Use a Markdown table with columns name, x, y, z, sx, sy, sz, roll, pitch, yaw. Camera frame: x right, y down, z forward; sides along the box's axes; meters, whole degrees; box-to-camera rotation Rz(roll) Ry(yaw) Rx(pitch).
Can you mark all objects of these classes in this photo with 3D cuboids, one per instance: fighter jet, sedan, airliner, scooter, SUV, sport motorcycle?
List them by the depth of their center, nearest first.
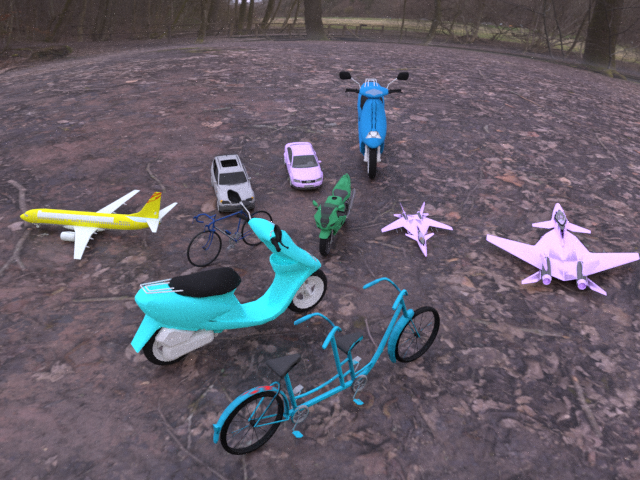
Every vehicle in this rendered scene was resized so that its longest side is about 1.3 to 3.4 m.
| name | x | y | z | sx | sy | sz | roll | pitch | yaw |
| --- | --- | --- | --- | --- | --- | --- | --- | --- | --- |
| scooter | -1.045 | 0.477 | 8.593 | 2.721 | 1.786 | 1.288 | -19 | 36 | -28 |
| fighter jet | 3.735 | -0.119 | 10.790 | 2.229 | 0.557 | 2.640 | 7 | 32 | 12 |
| sport motorcycle | 0.234 | -0.403 | 11.009 | 0.506 | 0.821 | 1.520 | 8 | 32 | 13 |
| airliner | -3.638 | -0.476 | 11.117 | 2.541 | 0.835 | 2.257 | 5 | 31 | 8 |
| fighter jet | 1.569 | -0.173 | 11.144 | 1.147 | 0.286 | 1.358 | -2 | 31 | -3 |
| SUV | -1.553 | -1.021 | 12.278 | 0.656 | 0.580 | 1.572 | -7 | 32 | -12 |
| sedan | -0.319 | -1.448 | 13.089 | 0.635 | 0.483 | 1.613 | -4 | 31 | -7 |
| scooter | 1.004 | -2.476 | 13.539 | 1.288 | 1.786 | 2.721 | 1 | 31 | 2 |

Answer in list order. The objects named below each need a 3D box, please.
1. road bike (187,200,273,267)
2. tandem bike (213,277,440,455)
| name | x | y | z | sx | sy | sz | roll | pitch | yaw |
| --- | --- | --- | --- | --- | --- | --- | --- | --- | --- |
| road bike | -1.339 | -0.136 | 10.531 | 1.545 | 0.852 | 0.358 | -23 | 38 | -33 |
| tandem bike | 0.206 | 1.292 | 7.677 | 3.192 | 1.326 | 0.550 | -22 | 37 | -32 |
